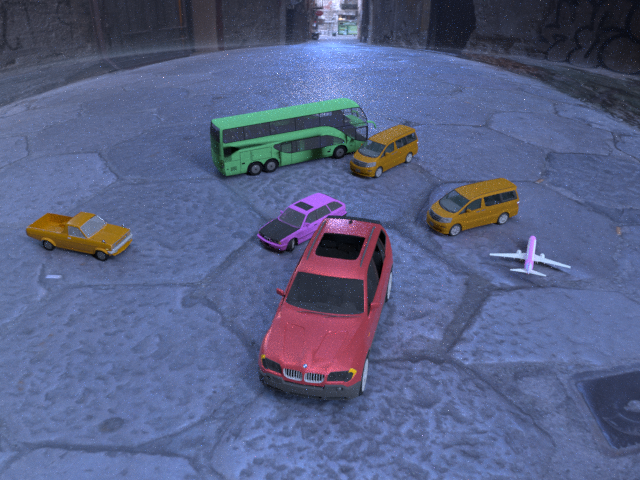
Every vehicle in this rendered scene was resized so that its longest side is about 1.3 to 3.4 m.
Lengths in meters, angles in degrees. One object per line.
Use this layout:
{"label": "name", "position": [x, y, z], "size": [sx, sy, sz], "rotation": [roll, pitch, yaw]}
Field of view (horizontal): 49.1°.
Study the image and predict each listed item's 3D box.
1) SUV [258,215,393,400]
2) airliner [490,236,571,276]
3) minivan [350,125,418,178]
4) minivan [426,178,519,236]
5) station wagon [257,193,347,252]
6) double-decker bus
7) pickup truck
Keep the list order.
{"label": "SUV", "position": [0.168, 0.711, 8.790], "size": [1.276, 1.128, 3.058], "rotation": [7, 31, 12]}
{"label": "airliner", "position": [3.149, 0.155, 10.438], "size": [1.161, 0.429, 1.307], "rotation": [10, 32, 16]}
{"label": "minivan", "position": [1.236, -1.716, 13.463], "size": [0.681, 0.616, 1.548], "rotation": [25, 39, 36]}
{"label": "minivan", "position": [2.503, -0.561, 11.482], "size": [1.548, 0.616, 0.681], "rotation": [-13, 33, -21]}
{"label": "station wagon", "position": [-0.284, -0.330, 11.225], "size": [0.682, 0.473, 1.597], "rotation": [25, 39, 36]}
{"label": "double-decker bus", "position": [-0.500, -2.023, 13.556], "size": [3.251, 1.052, 0.756], "rotation": [-14, 33, -22]}
{"label": "pickup truck", "position": [-3.734, -0.131, 10.847], "size": [1.603, 0.511, 0.640], "rotation": [10, 32, 16]}
